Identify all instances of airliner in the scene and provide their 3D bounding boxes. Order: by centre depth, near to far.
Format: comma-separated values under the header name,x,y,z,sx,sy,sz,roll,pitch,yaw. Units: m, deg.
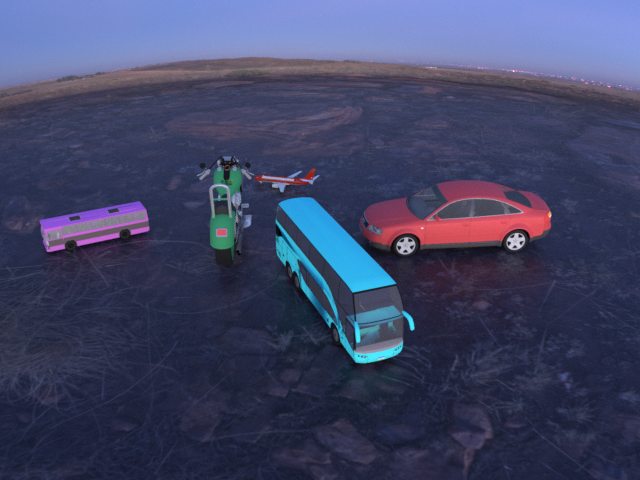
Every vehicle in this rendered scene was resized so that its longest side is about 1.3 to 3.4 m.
name,x,y,z,sx,sy,sz,roll,pitch,yaw
airliner,-0.696,-1.266,13.821,1.307,0.429,1.161,8,27,15

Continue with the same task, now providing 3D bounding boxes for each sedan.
name,x,y,z,sx,sy,sz,roll,pitch,yaw
sedan,2.220,-0.434,11.559,3.137,0.940,1.235,-2,26,-5

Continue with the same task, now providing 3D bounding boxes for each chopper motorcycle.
name,x,y,z,sx,sy,sz,roll,pitch,yaw
chopper motorcycle,-1.518,-0.744,11.577,0.906,1.480,3.040,-1,26,-3

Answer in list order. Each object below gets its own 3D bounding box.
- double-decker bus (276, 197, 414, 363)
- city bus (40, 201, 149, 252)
name,x,y,z,sx,sy,sz,roll,pitch,yaw
double-decker bus,0.187,0.468,9.608,0.756,1.052,3.251,-10,28,-19
city bus,-3.735,-0.215,11.659,1.674,0.460,0.476,-14,29,-25
